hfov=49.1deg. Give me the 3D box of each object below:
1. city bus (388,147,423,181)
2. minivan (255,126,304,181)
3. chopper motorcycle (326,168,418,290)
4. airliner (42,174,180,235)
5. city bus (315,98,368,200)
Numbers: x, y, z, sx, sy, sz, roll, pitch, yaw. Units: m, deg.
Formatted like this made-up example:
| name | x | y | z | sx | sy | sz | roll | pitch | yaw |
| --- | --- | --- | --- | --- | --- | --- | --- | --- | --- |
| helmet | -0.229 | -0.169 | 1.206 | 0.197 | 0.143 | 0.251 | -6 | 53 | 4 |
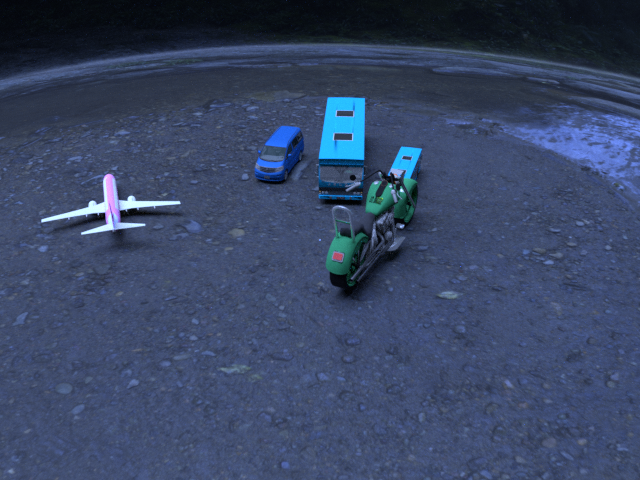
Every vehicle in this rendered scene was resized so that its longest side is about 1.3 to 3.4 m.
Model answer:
| name | x | y | z | sx | sy | sz | roll | pitch | yaw |
| --- | --- | --- | --- | --- | --- | --- | --- | --- | --- |
| city bus | 1.548 | -1.190 | 12.985 | 0.476 | 0.460 | 1.674 | 8 | 31 | 14 |
| minivan | -0.784 | -1.690 | 13.684 | 0.681 | 0.616 | 1.548 | 8 | 31 | 14 |
| chopper motorcycle | 0.897 | -0.421 | 10.664 | 0.906 | 1.480 | 3.040 | 14 | 33 | 23 |
| airliner | -3.571 | -0.777 | 11.909 | 2.257 | 0.835 | 2.541 | -9 | 31 | -15 |
| city bus | 0.460 | -1.817 | 13.625 | 0.926 | 0.894 | 3.255 | 2 | 30 | 3 |
